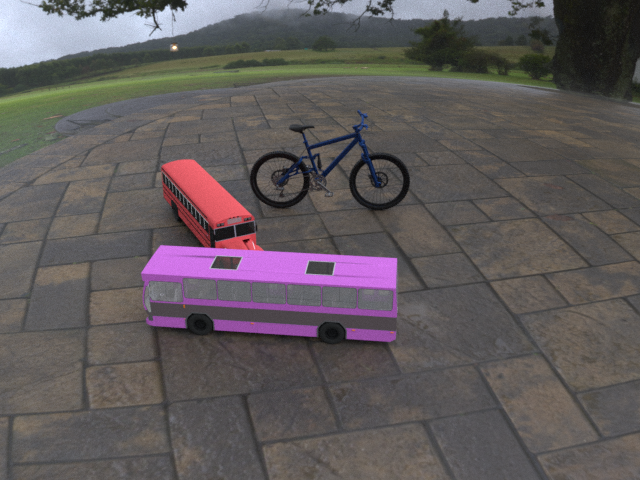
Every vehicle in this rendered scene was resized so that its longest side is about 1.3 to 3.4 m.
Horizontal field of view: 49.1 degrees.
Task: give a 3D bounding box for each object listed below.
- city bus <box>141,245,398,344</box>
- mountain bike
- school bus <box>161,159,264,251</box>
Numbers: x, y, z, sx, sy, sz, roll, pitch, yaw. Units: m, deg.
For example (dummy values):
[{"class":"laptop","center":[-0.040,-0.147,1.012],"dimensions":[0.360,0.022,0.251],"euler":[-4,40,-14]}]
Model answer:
[{"class":"city bus","center":[-0.615,0.720,9.172],"dimensions":[3.255,0.894,0.926],"euler":[3,27,6]},{"class":"mountain bike","center":[0.171,-1.319,12.329],"dimensions":[2.857,1.688,1.114],"euler":[1,27,2]},{"class":"school bus","center":[-1.791,-0.410,11.465],"dimensions":[0.709,0.844,3.322],"euler":[-13,30,-25]}]
